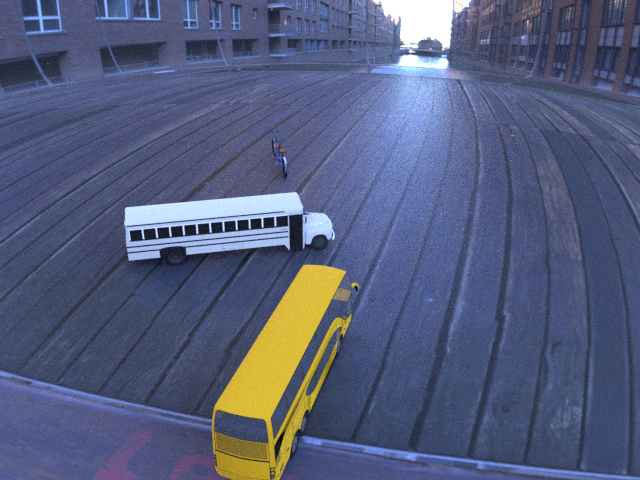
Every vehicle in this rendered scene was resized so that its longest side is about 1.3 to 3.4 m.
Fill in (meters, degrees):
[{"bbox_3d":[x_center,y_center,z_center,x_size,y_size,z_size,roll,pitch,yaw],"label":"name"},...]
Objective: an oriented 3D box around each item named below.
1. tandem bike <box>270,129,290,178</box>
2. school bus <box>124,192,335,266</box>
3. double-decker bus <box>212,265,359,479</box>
[{"bbox_3d":[-0.843,-1.831,14.427,0.283,0.682,1.642,-6,29,-12],"label":"tandem bike"},{"bbox_3d":[-1.416,-0.212,11.272,3.322,0.844,0.709,-6,29,-11],"label":"school bus"},{"bbox_3d":[-0.302,1.361,8.152,0.756,1.052,3.251,8,29,15],"label":"double-decker bus"}]
